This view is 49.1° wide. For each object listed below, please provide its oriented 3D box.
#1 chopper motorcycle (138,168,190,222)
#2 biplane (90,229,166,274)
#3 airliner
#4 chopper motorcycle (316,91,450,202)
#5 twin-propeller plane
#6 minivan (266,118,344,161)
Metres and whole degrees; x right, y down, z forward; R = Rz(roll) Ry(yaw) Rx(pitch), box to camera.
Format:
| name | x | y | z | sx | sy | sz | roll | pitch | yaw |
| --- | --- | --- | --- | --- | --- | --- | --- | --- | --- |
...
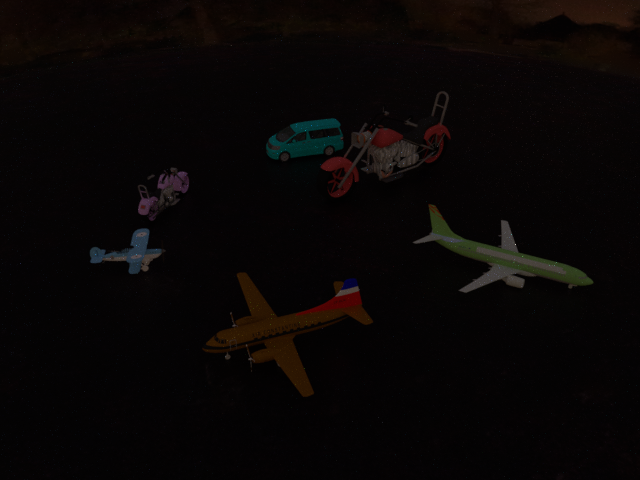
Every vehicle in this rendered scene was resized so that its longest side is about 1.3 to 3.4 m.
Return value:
| name | x | y | z | sx | sy | sz | roll | pitch | yaw |
| --- | --- | --- | --- | --- | --- | --- | --- | --- | --- |
| chopper motorcycle | -2.664 | -0.893 | 12.030 | 0.466 | 0.761 | 1.563 | 9 | 32 | 15 |
| biplane | -2.845 | 0.208 | 10.406 | 1.090 | 0.504 | 1.336 | -4 | 31 | -7 |
| airliner | 2.724 | 0.106 | 10.254 | 2.541 | 0.835 | 2.257 | 15 | 33 | 23 |
| chopper motorcycle | 1.218 | -1.720 | 12.729 | 3.040 | 1.480 | 0.906 | -21 | 36 | -31 |
| twin-propeller plane | -0.441 | 1.000 | 8.772 | 2.129 | 0.792 | 2.663 | -11 | 32 | -19 |
| minivan | -0.315 | -2.031 | 14.114 | 1.548 | 0.616 | 0.681 | -10 | 32 | -16 |
